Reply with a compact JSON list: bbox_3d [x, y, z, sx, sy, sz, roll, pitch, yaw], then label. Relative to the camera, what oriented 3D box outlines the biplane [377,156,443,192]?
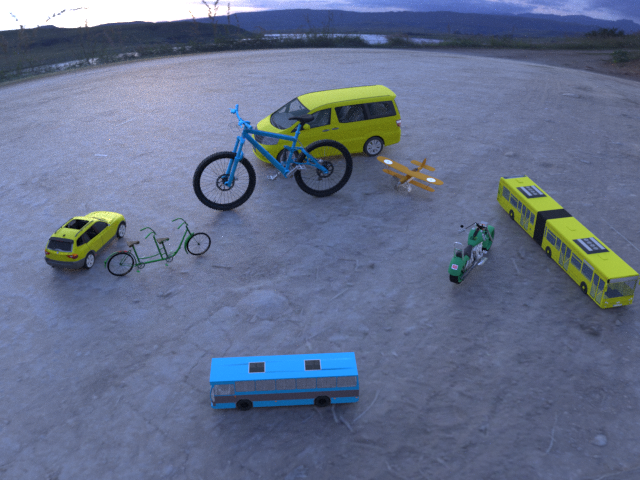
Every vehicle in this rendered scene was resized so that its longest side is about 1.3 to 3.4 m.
[{"bbox_3d":[1.716,-1.204,12.881,1.336,0.504,1.090,18,35,29],"label":"biplane"}]

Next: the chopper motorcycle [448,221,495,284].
[{"bbox_3d":[2.295,0.068,10.415,0.466,0.761,1.563,17,34,27],"label":"chopper motorcycle"}]

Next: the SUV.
[{"bbox_3d":[-3.626,-0.090,10.870,0.656,0.580,1.572,8,31,13],"label":"SUV"}]

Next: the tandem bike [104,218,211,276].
[{"bbox_3d":[-2.413,0.092,10.453,1.642,0.682,0.283,-15,33,-25],"label":"tandem bike"}]

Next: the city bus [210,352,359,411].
[{"bbox_3d":[-0.405,1.623,8.017,1.674,0.460,0.476,-2,30,-3],"label":"city bus"}]

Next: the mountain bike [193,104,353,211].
[{"bbox_3d":[-0.782,-1.395,12.027,2.857,1.688,1.114,-9,31,-15],"label":"mountain bike"}]

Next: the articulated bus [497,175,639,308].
[{"bbox_3d":[3.718,-0.092,10.893,0.605,0.561,3.401,-6,31,-11],"label":"articulated bus"}]

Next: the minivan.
[{"bbox_3d":[0.114,-2.338,14.155,3.011,1.197,1.324,-10,31,-17],"label":"minivan"}]
